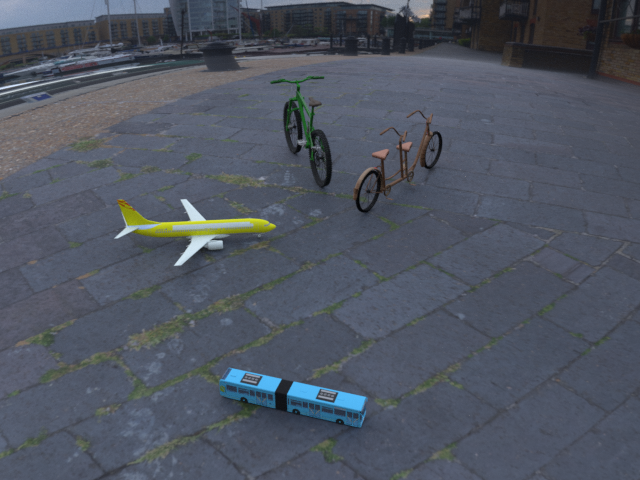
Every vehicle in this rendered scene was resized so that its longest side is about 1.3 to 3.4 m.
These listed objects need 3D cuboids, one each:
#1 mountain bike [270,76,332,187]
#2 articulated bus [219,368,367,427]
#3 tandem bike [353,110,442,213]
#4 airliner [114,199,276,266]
[{"bbox_3d":[-0.281,-2.223,13.841,1.114,1.688,2.857,-10,31,-16],"label":"mountain bike"},{"bbox_3d":[-0.316,1.818,8.108,1.749,0.289,0.311,9,31,15],"label":"articulated bus"},{"bbox_3d":[1.525,-1.548,13.013,0.550,1.326,3.192,20,35,31],"label":"tandem bike"},{"bbox_3d":[-1.992,-0.347,11.386,2.541,0.835,2.257,-4,30,-6],"label":"airliner"}]
